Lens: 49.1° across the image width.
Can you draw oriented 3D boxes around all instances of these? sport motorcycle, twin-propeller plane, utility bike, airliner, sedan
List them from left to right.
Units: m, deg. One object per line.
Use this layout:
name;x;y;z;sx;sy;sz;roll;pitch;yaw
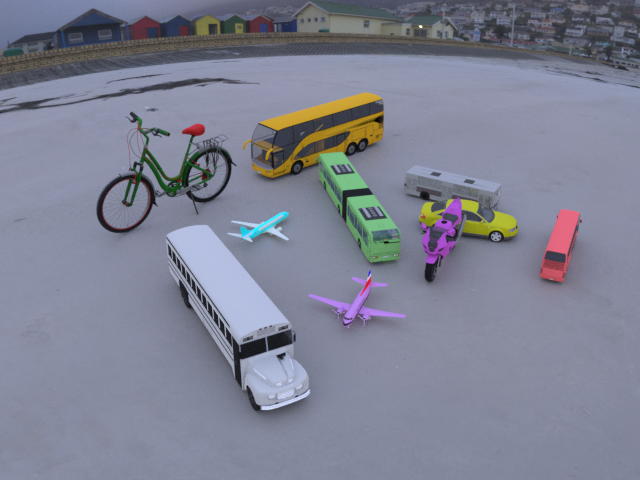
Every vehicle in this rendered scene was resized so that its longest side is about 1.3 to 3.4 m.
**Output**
utility bike;-2.439;-1.195;11.589;1.039;1.839;2.791;26;38;38
airliner;-0.903;-0.300;11.424;1.161;0.429;1.307;18;33;29
twin-propeller plane;0.519;0.806;9.429;1.370;0.407;1.095;11;31;19
sport motorcycle;1.846;-0.012;10.492;0.506;0.821;1.520;12;31;21
sedan;2.443;-0.367;11.490;1.613;0.483;0.635;8;30;14

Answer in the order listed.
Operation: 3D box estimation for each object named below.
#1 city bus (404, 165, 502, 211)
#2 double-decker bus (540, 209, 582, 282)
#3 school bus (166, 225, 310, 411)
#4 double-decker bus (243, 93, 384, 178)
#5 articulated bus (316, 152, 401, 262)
city bus;2.346;-0.894;12.475;1.674;0.460;0.476;16;33;27
double-decker bus;3.689;0.041;10.685;0.389;0.541;1.672;13;31;22
school bus;-1.122;0.868;8.862;0.709;0.844;3.322;-14;32;-24
double-decker bus;-0.027;-2.124;14.101;3.251;1.052;0.756;-23;36;-36
articulated bus;0.595;-0.658;11.939;0.605;0.561;3.401;-7;29;-12
